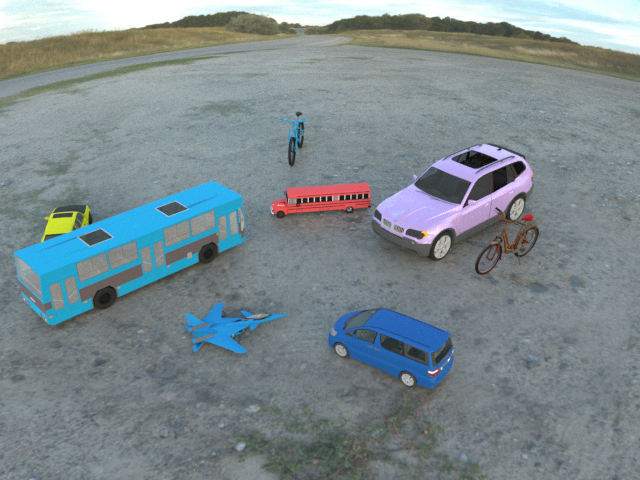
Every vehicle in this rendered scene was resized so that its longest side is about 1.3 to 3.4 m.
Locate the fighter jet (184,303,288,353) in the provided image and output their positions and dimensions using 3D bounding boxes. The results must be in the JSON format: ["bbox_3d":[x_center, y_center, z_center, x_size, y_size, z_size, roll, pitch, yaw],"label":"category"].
[{"bbox_3d":[-1.057,1.050,9.127,1.358,0.286,1.147,-11,32,-19],"label":"fighter jet"}]

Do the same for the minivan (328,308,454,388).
[{"bbox_3d":[0.833,1.220,8.503,1.548,0.616,0.681,19,35,30],"label":"minivan"}]

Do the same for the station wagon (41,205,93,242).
[{"bbox_3d":[-4.032,-0.203,11.107,0.682,0.473,1.597,-5,30,-8],"label":"station wagon"}]

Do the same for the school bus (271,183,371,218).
[{"bbox_3d":[0.006,-0.688,11.986,1.708,0.434,0.365,-5,30,-8],"label":"school bus"}]

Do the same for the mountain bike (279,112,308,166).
[{"bbox_3d":[-0.475,-2.089,13.975,0.573,0.868,1.469,4,30,8],"label":"mountain bike"}]

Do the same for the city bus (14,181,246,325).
[{"bbox_3d":[-2.595,0.133,10.106,3.255,0.894,0.926,-25,39,-37],"label":"city bus"}]

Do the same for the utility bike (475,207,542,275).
[{"bbox_3d":[2.853,-0.014,10.308,1.435,0.946,0.535,-21,36,-31],"label":"utility bike"}]

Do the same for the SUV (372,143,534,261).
[{"bbox_3d":[2.211,-0.723,11.352,3.058,1.128,1.276,-23,37,-34],"label":"SUV"}]
